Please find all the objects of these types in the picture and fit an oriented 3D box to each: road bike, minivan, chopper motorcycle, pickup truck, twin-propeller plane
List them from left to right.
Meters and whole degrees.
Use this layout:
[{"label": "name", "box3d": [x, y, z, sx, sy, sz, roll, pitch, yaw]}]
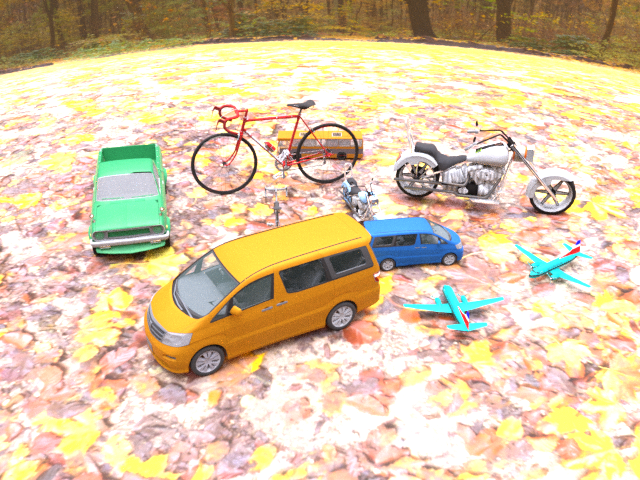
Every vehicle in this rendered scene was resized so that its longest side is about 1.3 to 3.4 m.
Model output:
[{"label": "pickup truck", "box3d": [-3.134, -0.846, 11.511, 1.244, 0.993, 3.117, -7, 31, -11]}, {"label": "minivan", "box3d": [-0.723, 0.609, 8.842, 3.011, 1.197, 1.324, -16, 34, -25]}, {"label": "road bike", "box3d": [-0.759, -1.642, 12.209, 3.004, 1.656, 0.696, -7, 31, -12]}, {"label": "road bike", "box3d": [-0.655, -0.307, 10.735, 0.358, 0.852, 1.545, -2, 31, -4]}, {"label": "chopper motorcycle", "box3d": [0.723, -0.638, 11.387, 0.466, 0.761, 1.563, -12, 32, -19]}, {"label": "minivan", "box3d": [1.372, 0.018, 10.418, 1.548, 0.616, 0.681, -5, 31, -8]}, {"label": "twin-propeller plane", "box3d": [1.794, 0.846, 9.217, 1.370, 0.407, 1.095, -4, 31, -6]}, {"label": "chopper motorcycle", "box3d": [2.750, -1.242, 11.703, 3.040, 1.480, 0.906, 7, 31, 11]}, {"label": "twin-propeller plane", "box3d": [3.411, 0.306, 10.133, 1.095, 0.407, 1.370, -19, 35, -29]}]

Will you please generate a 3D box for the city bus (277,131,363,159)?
[{"label": "city bus", "box3d": [0.006, -1.861, 13.758, 1.674, 0.460, 0.476, 0, 31, 0]}]
